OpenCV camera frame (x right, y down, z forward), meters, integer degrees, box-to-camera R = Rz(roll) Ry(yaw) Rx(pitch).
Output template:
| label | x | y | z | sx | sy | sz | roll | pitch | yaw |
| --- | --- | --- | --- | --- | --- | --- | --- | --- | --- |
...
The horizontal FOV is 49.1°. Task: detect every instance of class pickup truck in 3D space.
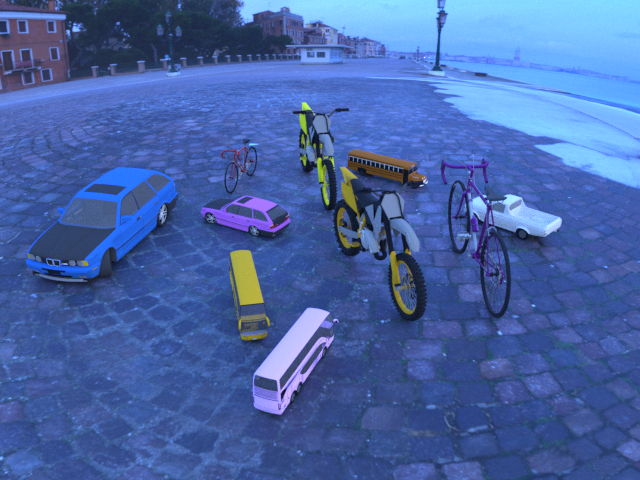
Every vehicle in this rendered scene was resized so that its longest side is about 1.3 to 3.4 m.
| label | x | y | z | sx | sy | sz | roll | pitch | yaw |
| --- | --- | --- | --- | --- | --- | --- | --- | --- | --- |
| pickup truck | 3.251 | -0.451 | 11.885 | 1.603 | 0.511 | 0.640 | 23 | 35 | 39 |

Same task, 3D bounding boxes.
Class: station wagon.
| label | x | y | z | sx | sy | sz | roll | pitch | yaw |
| --- | --- | --- | --- | --- | --- | --- | --- | --- | --- |
| station wagon | -1.302 | -0.480 | 11.987 | 1.597 | 0.473 | 0.682 | 15 | 30 | 28 |
| station wagon | -3.436 | -0.379 | 11.278 | 1.327 | 0.920 | 3.105 | 6 | 27 | 13 |

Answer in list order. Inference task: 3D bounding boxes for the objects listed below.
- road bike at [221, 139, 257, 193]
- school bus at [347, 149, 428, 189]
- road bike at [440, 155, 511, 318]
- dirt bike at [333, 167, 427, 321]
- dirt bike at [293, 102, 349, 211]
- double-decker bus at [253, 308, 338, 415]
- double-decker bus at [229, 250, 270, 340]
| label | x | y | z | sx | sy | sz | roll | pitch | yaw |
| --- | --- | --- | --- | --- | --- | --- | --- | --- | --- |
| road bike | -1.532 | -1.493 | 13.607 | 0.358 | 0.852 | 1.545 | 8 | 27 | 16 |
| school bus | 1.344 | -1.421 | 13.933 | 1.708 | 0.434 | 0.365 | 18 | 31 | 32 |
| road bike | 2.248 | -0.172 | 10.029 | 0.696 | 1.656 | 3.004 | -2 | 26 | -4 |
| dirt bike | 0.803 | -0.123 | 9.919 | 1.024 | 1.666 | 2.903 | -10 | 28 | -19 |
| dirt bike | -0.049 | -1.740 | 13.189 | 1.024 | 1.666 | 2.903 | -5 | 27 | -11 |
| double-decker bus | -0.266 | 1.354 | 8.202 | 0.389 | 0.541 | 1.672 | 10 | 28 | 20 |
| double-decker bus | -0.984 | 0.734 | 9.456 | 0.389 | 0.541 | 1.672 | -5 | 27 | -10 |
